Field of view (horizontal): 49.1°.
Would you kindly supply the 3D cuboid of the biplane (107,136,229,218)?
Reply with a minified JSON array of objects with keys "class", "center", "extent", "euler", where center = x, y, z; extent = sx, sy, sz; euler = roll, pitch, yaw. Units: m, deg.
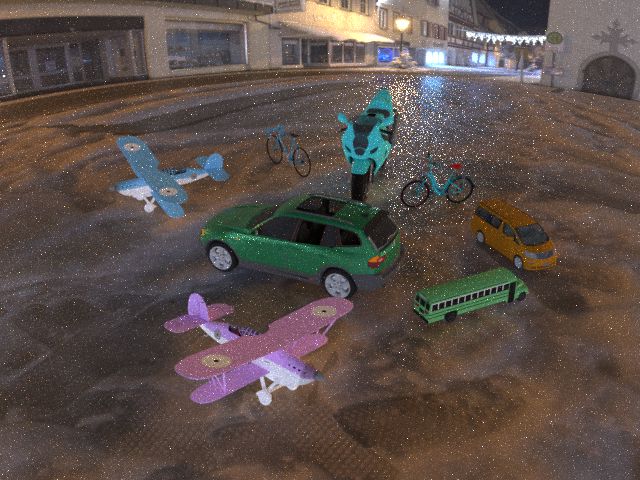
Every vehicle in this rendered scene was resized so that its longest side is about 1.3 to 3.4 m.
[{"class":"biplane","center":[-2.668,-1.077,12.387],"extent":[2.120,0.981,2.598],"euler":[-16,31,-28]}]

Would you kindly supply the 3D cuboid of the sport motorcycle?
[{"class":"sport motorcycle","center":[0.963,-1.787,13.120],"extent":[0.983,1.596,2.955],"euler":[6,27,12]}]

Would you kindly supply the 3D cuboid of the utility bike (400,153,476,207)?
[{"class":"utility bike","center":[2.125,-1.017,12.305],"extent":[1.435,0.946,0.535],"euler":[-6,27,-12]}]

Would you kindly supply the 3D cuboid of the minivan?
[{"class":"minivan","center":[3.000,-0.099,10.839],"extent":[0.681,0.616,1.548],"euler":[-12,29,-22]}]

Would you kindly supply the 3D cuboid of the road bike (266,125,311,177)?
[{"class":"road bike","center":[-0.645,-1.800,13.978],"extent":[0.358,0.852,1.545],"euler":[-19,32,-33]}]

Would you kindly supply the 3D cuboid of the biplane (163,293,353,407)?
[{"class":"biplane","center":[-0.745,1.167,7.898],"extent":[2.120,0.981,2.598],"euler":[20,33,34]}]

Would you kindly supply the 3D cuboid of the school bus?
[{"class":"school bus","center":[2.069,0.724,9.395],"extent":[1.708,0.434,0.365],"euler":[-13,29,-24]}]

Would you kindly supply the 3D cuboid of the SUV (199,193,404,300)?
[{"class":"SUV","center":[-0.305,-0.071,10.209],"extent":[3.058,1.128,1.276],"euler":[12,29,23]}]
